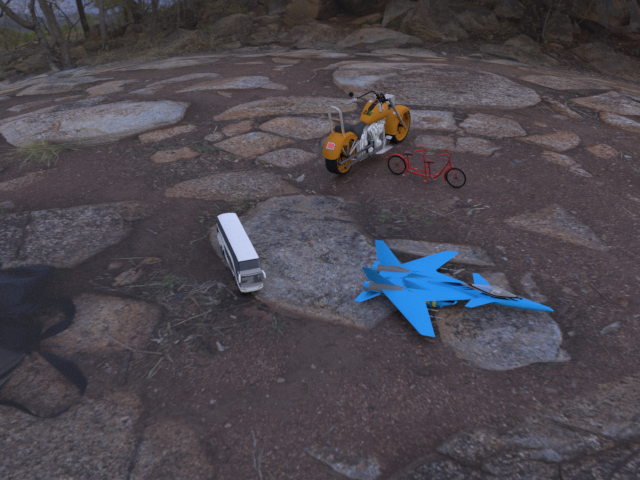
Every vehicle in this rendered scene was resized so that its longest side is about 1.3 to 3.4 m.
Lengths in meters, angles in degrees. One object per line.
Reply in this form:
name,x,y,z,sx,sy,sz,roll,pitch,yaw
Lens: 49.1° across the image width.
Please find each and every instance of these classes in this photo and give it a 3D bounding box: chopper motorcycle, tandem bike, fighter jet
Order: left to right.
chopper motorcycle,1.022,-2.319,13.981,0.906,1.480,3.040,18,34,29
tandem bike,1.990,-1.429,13.215,1.642,0.682,0.283,16,33,26
fighter jet,1.905,0.611,9.728,2.640,0.557,2.229,9,31,15

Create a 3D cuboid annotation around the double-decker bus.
double-decker bus,-1.216,0.184,10.501,0.389,0.541,1.672,-10,31,-17
